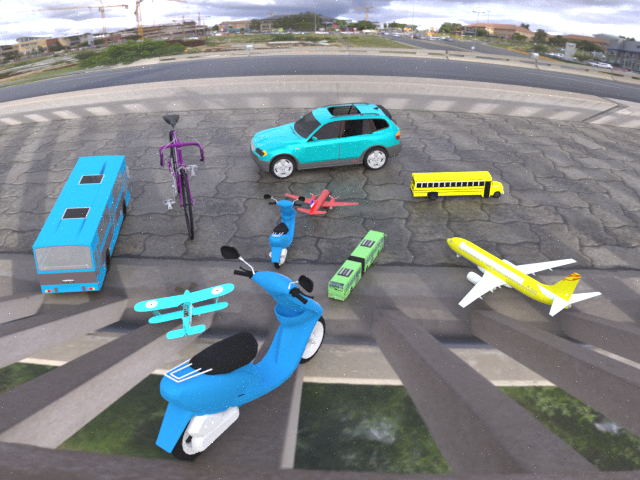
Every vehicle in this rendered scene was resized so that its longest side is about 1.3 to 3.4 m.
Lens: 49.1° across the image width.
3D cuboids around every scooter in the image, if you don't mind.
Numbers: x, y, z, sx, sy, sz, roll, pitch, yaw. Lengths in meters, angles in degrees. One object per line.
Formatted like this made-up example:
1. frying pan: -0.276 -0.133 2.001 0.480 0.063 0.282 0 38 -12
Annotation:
1. scooter: -0.577 -0.215 10.985 0.662 0.919 1.399 4 29 7
2. scooter: -0.764 1.131 7.696 1.288 1.786 2.721 20 35 31

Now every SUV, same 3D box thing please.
1. SUV: 0.120 -2.060 14.064 3.058 1.128 1.276 -7 30 -12

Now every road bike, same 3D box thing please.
1. road bike: -2.418 -1.221 12.027 0.696 1.656 3.004 -8 30 -14

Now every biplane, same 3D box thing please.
1. biplane: -1.790 0.971 9.293 1.336 0.504 1.090 -4 30 -7

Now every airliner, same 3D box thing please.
1. airliner: 2.710 0.317 10.122 2.257 0.835 2.541 -17 33 -28

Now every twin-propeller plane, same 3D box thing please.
1. twin-propeller plane: -0.006 -0.715 12.400 1.370 0.407 1.095 8 30 14

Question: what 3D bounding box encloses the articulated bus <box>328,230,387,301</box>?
1. articulated bus: 0.576 0.356 10.612 0.311 0.289 1.749 12 31 21

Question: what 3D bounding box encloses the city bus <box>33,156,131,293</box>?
1. city bus: -3.691 -0.315 11.189 0.926 0.894 3.255 -3 29 -5

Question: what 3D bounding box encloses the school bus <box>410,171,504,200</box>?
1. school bus: 2.540 -1.013 12.905 1.708 0.434 0.365 -2 29 -3
